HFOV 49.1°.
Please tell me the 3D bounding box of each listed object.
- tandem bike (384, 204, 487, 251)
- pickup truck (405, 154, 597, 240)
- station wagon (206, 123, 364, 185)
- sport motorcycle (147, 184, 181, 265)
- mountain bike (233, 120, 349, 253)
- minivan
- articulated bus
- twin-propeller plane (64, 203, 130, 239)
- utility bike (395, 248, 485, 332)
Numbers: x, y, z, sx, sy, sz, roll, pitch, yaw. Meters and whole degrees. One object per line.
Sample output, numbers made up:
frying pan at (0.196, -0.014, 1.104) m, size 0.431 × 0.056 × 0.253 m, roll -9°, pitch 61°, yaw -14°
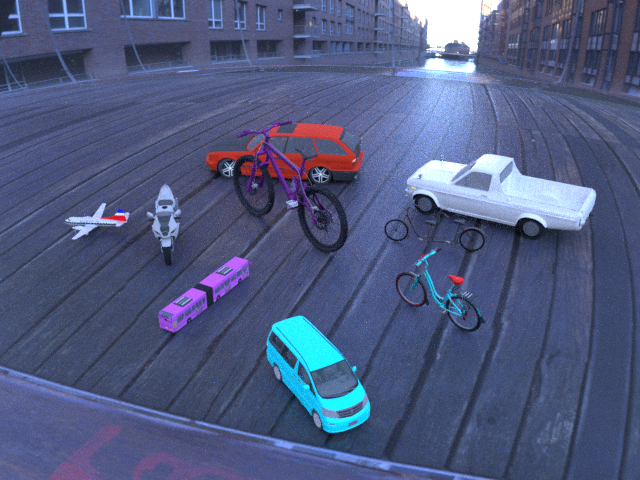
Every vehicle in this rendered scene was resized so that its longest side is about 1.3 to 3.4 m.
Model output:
tandem bike at (1.833, -0.197, 11.110) m, size 1.642 × 0.682 × 0.283 m, roll 8°, pitch 29°, yaw 14°
pickup truck at (3.062, -0.860, 12.034) m, size 3.117 × 0.993 × 1.244 m, roll 15°, pitch 31°, yaw 26°
station wagon at (-0.711, -1.792, 13.880) m, size 3.105 × 0.920 × 1.327 m, roll 5°, pitch 28°, yaw 8°
sport motorcycle at (-2.424, -0.256, 11.072) m, size 0.506 × 0.821 × 1.520 m, roll -5°, pitch 28°, yaw -9°
mountain bike at (-0.553, -0.899, 11.362) m, size 1.114 × 1.688 × 2.857 m, roll -23°, pitch 35°, yaw -36°
minivan at (-0.039, 1.497, 7.966) m, size 0.681 × 0.616 × 1.548 m, roll -15°, pitch 31°, yaw -27°
articulated bus at (-1.571, 0.730, 9.772) m, size 0.311 × 0.289 × 1.749 m, roll 15°, pitch 31°, yaw 26°
twin-propeller plane at (-3.760, -0.350, 11.694) m, size 1.095 × 0.407 × 1.370 m, roll 2°, pitch 28°, yaw 5°
utility bike at (1.538, 0.663, 9.194) m, size 1.435 × 0.946 × 0.535 m, roll 24°, pitch 36°, yaw 38°
